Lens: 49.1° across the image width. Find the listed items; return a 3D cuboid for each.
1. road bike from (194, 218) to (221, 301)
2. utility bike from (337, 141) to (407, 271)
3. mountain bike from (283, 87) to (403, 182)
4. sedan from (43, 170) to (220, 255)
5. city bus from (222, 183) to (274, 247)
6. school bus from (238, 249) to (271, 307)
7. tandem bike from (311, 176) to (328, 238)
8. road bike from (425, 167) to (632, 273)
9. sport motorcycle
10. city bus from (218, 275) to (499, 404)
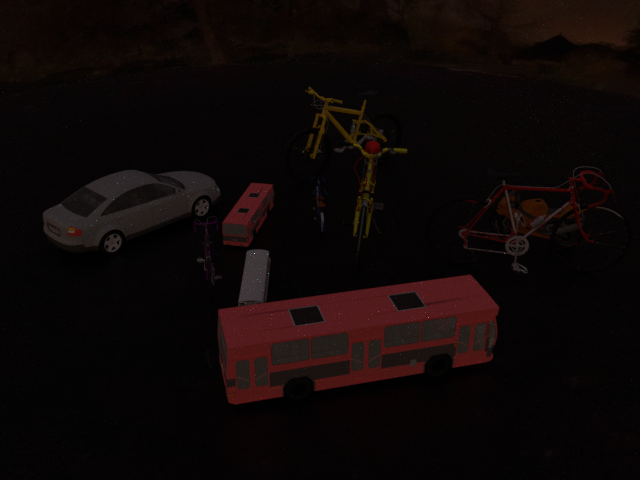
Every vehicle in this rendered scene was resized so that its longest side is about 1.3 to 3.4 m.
[{"bbox_3d":[-1.634,0.227,10.247,0.358,0.852,1.545,-5,28,-9],"label":"road bike"},{"bbox_3d":[0.819,-0.795,11.129,1.039,1.839,2.791,3,28,6],"label":"utility bike"},{"bbox_3d":[0.505,-2.140,13.848,2.857,1.688,1.114,-17,32,-29],"label":"mountain bike"},{"bbox_3d":[-3.096,-0.670,11.858,1.235,0.940,3.137,24,36,37],"label":"sedan"},{"bbox_3d":[-1.197,-0.430,11.916,0.476,0.460,1.674,5,28,10],"label":"city bus"},{"bbox_3d":[-0.919,0.596,9.995,0.365,0.434,1.708,0,28,-1],"label":"school bus"},{"bbox_3d":[-0.004,-0.631,12.059,0.283,0.682,1.642,-2,28,-3],"label":"tandem bike"},{"bbox_3d":[3.094,-0.286,10.359,3.004,1.656,0.697,3,28,7],"label":"road bike"},{"bbox_3d":[3.536,-0.355,11.386,1.520,0.821,0.506,12,30,22],"label":"sport motorcycle"},{"bbox_3d":[0.452,1.188,8.374,3.255,0.894,0.926,-7,29,-13],"label":"city bus"}]
